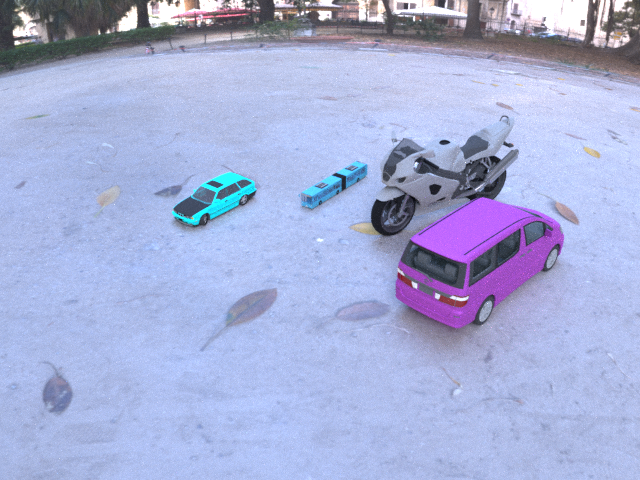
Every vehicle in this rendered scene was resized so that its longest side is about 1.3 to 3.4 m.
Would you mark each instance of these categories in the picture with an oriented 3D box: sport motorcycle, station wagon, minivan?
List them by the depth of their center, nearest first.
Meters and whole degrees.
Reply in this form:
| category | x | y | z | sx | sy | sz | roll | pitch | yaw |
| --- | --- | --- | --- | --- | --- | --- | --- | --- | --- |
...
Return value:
| category | x | y | z | sx | sy | sz | roll | pitch | yaw |
| --- | --- | --- | --- | --- | --- | --- | --- | --- | --- |
| minivan | 2.391 | 0.109 | 9.987 | 1.324 | 1.197 | 3.011 | 26 | 39 | 37 |
| sport motorcycle | 2.064 | -1.084 | 11.609 | 2.955 | 1.596 | 0.983 | -19 | 35 | -28 |
| station wagon | -1.834 | -0.749 | 12.146 | 0.682 | 0.473 | 1.597 | 22 | 37 | 32 |

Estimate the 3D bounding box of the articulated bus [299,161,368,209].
| category | x | y | z | sx | sy | sz | roll | pitch | yaw |
| --- | --- | --- | --- | --- | --- | --- | --- | --- | --- |
| articulated bus | 0.279 | -1.026 | 12.794 | 0.311 | 0.289 | 1.749 | 21 | 37 | 32 |
